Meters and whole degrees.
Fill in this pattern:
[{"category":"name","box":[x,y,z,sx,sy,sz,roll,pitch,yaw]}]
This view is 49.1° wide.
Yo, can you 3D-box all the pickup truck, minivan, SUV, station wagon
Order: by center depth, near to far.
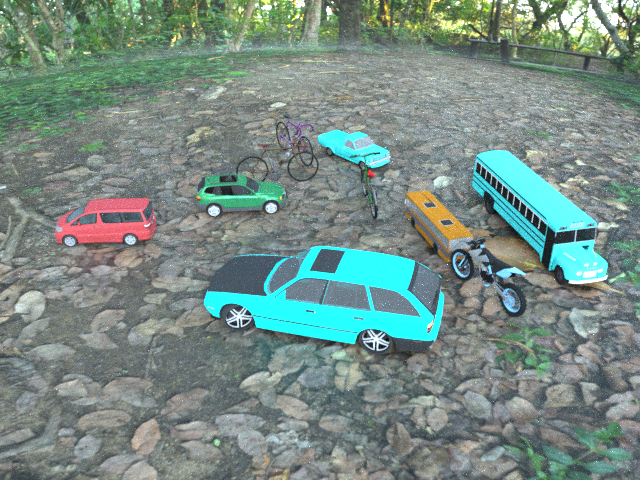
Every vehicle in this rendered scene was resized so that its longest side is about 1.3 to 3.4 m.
[{"category":"station wagon","box":[0.033,0.640,9.117,3.105,0.920,1.327,7,30,13]},{"category":"minivan","box":[-3.418,-0.304,11.106,1.548,0.616,0.681,-1,29,-2]},{"category":"SUV","box":[-1.370,-0.810,12.041,1.572,0.580,0.656,-3,30,-6]},{"category":"pickup truck","box":[0.668,-1.877,14.010,0.640,0.511,1.603,-23,37,-35]}]

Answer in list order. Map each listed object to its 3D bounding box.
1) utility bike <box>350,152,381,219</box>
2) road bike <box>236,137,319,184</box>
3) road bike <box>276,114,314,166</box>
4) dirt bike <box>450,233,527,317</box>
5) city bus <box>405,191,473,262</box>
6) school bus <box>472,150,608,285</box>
[{"category":"utility bike","box":[0.790,-0.986,11.982,0.535,0.946,1.435,-3,30,-6]},{"category":"road bike","box":[-0.776,-1.421,12.852,1.545,0.852,0.358,-6,30,-11]},{"category":"road bike","box":[-0.522,-2.046,13.963,0.358,0.852,1.545,-16,33,-26]},{"category":"dirt bike","box":[2.296,0.410,9.591,0.527,0.857,1.493,-16,33,-26]},{"category":"city bus","box":[1.854,-0.220,11.116,0.476,0.460,1.674,-8,30,-14]},{"category":"school bus","box":[3.415,-0.427,11.092,0.709,0.844,3.322,-7,30,-12]}]
